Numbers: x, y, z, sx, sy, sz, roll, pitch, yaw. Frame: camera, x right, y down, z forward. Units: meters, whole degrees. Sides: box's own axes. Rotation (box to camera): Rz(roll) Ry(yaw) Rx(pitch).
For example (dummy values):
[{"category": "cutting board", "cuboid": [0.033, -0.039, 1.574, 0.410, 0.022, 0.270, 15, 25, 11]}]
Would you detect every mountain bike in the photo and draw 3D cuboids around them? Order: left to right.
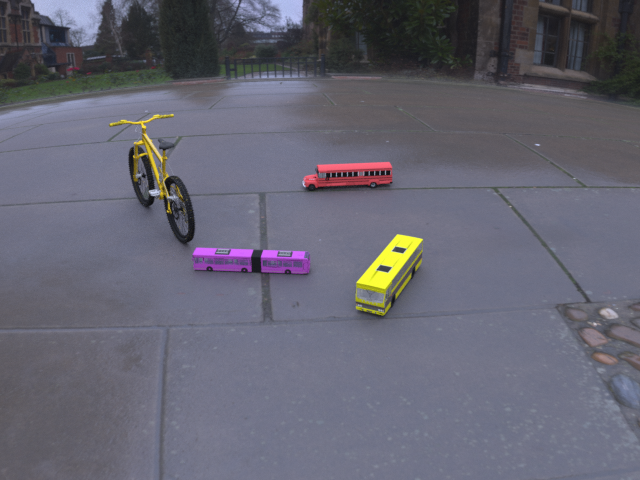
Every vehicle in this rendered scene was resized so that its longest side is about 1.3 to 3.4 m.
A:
[{"category": "mountain bike", "cuboid": [-2.712, -1.083, 11.688, 1.114, 1.688, 2.857, -15, 30, -28]}]

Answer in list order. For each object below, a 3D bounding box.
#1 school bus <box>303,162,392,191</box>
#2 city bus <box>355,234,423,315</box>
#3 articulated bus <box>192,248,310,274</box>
[{"category": "school bus", "cuboid": [0.524, -1.230, 13.437, 1.708, 0.434, 0.365, -3, 26, -6]}, {"category": "city bus", "cuboid": [1.000, 0.476, 9.866, 0.476, 0.460, 1.674, 11, 28, 22]}, {"category": "articulated bus", "cuboid": [-1.026, 0.308, 10.411, 1.749, 0.289, 0.311, 2, 26, 4]}]
